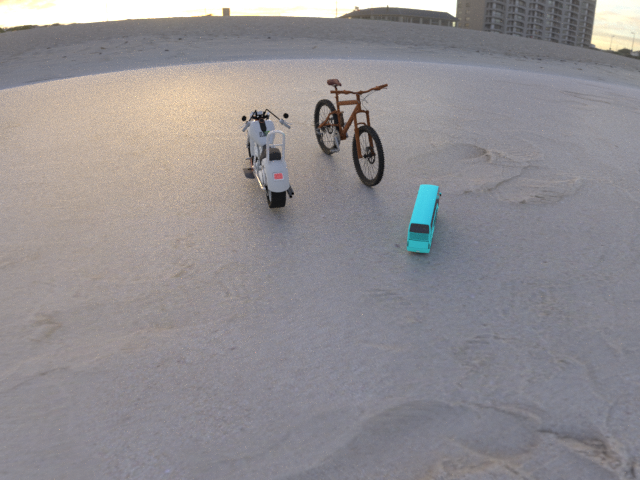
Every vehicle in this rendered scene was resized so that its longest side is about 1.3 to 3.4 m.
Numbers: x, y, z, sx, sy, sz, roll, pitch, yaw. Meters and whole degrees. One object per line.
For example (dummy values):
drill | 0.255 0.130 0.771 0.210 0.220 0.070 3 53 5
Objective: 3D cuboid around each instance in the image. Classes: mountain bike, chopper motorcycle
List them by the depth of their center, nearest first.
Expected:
chopper motorcycle | -0.978 -1.654 12.332 0.906 1.480 3.040 -6 28 -11
mountain bike | 0.488 -2.133 13.023 1.114 1.688 2.857 -11 30 -21

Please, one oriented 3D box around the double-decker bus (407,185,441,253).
double-decker bus | 1.625 -0.372 10.891 0.389 0.541 1.672 6 28 12
